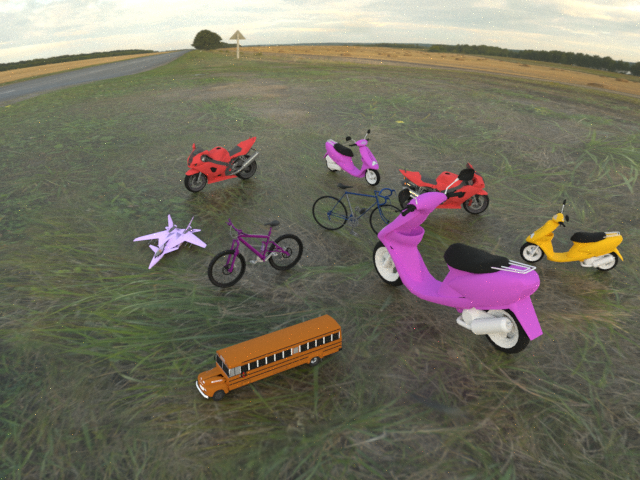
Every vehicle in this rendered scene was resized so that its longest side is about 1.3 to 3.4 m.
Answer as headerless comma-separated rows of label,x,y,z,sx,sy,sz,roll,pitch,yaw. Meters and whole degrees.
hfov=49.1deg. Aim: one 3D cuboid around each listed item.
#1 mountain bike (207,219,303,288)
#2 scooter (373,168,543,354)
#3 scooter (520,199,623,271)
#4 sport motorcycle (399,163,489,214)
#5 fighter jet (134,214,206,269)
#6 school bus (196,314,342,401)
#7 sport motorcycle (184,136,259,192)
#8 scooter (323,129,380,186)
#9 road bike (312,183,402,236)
mountain bike,-0.874,0.144,9.631,1.469,0.868,0.573,-16,31,-28
scooter,1.596,0.176,8.556,1.288,1.786,2.721,-19,33,-33
scooter,3.588,-0.025,9.907,1.399,0.919,0.662,6,28,12
sport motorcycle,2.050,-0.813,11.564,1.520,0.821,0.506,1,27,2
fighter jet,-2.299,0.030,10.496,1.147,0.286,1.358,5,27,10
school bus,-0.558,1.301,7.836,1.708,0.434,0.365,-15,31,-27
sport motorcycle,-1.785,-1.377,12.673,1.520,0.821,0.506,-19,33,-33
scooter,0.583,-1.577,12.959,1.399,0.919,0.662,24,36,39
road bike,0.600,-0.462,10.840,1.545,0.852,0.358,10,28,18
